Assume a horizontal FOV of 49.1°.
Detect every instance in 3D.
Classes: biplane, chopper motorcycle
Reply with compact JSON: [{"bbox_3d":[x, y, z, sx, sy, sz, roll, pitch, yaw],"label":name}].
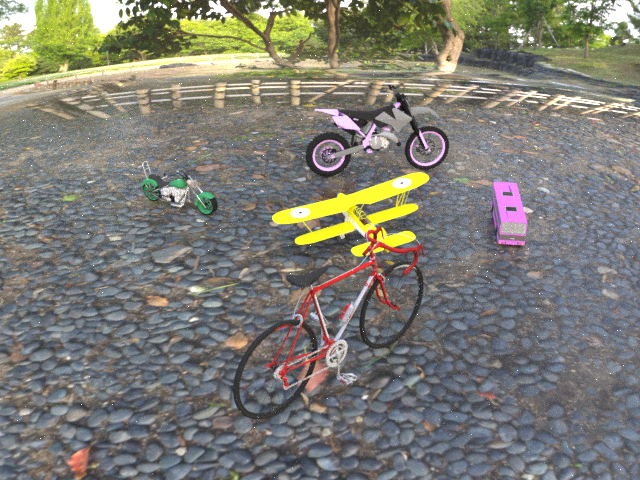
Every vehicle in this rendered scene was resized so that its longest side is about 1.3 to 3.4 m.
[{"bbox_3d":[0.609,-0.284,10.880,2.598,0.981,2.120,-9,28,-17],"label":"biplane"},{"bbox_3d":[-2.505,-0.918,12.357,1.563,0.761,0.466,13,30,23],"label":"chopper motorcycle"}]

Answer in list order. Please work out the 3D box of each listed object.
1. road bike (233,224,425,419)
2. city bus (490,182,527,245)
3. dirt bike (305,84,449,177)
[{"bbox_3d":[0.218,0.870,7.889,3.004,1.656,0.696,-23,35,-38],"label":"road bike"},{"bbox_3d":[3.155,-0.444,11.764,0.476,0.460,1.674,4,27,7],"label":"city bus"},{"bbox_3d":[1.148,-2.083,13.638,2.903,1.666,1.024,-4,27,-9],"label":"dirt bike"}]
